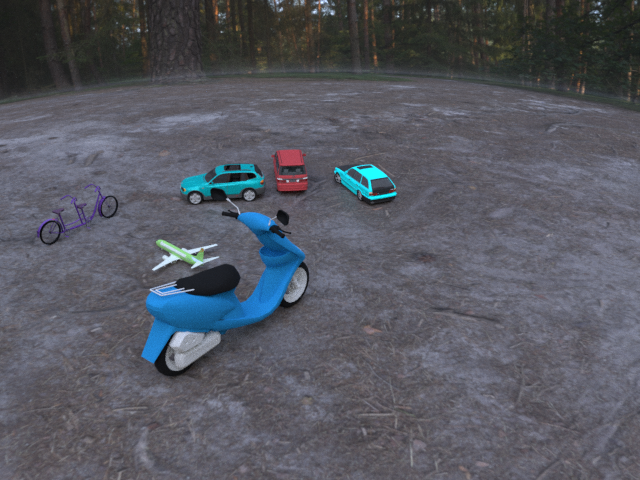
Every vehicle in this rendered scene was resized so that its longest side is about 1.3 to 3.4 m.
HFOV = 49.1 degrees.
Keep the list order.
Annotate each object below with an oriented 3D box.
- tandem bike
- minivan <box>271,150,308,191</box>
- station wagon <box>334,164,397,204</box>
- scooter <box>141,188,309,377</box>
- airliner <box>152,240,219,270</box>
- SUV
[{"bbox_3d":[-3.958,-0.463,11.477,0.283,0.682,1.642,16,30,29],"label":"tandem bike"},{"bbox_3d":[-0.581,-1.414,13.477,0.681,0.616,1.548,-3,26,-6],"label":"minivan"},{"bbox_3d":[0.820,-1.158,13.120,0.682,0.473,1.597,-11,28,-21],"label":"station wagon"},{"bbox_3d":[-1.039,0.430,8.424,1.288,1.786,2.721,20,33,35],"label":"scooter"},{"bbox_3d":[-2.119,0.122,10.578,1.307,0.429,1.161,24,35,39],"label":"airliner"},{"bbox_3d":[-1.772,-1.057,12.795,1.572,0.580,0.656,-4,27,-8],"label":"SUV"}]
